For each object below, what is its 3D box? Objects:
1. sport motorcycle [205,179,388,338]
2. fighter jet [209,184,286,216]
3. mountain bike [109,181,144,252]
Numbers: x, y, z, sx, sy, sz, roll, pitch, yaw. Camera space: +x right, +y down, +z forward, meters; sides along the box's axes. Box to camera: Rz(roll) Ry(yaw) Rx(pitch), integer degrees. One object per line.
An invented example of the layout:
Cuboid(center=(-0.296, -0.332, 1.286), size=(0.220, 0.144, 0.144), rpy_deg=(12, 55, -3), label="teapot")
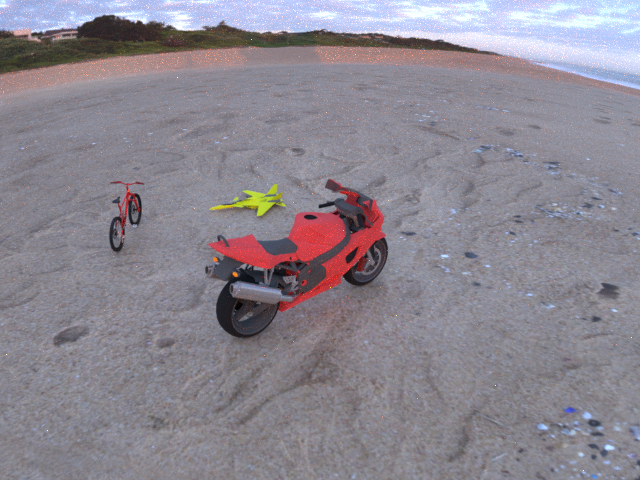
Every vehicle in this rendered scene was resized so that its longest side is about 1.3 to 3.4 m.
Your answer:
Cuboid(center=(-0.171, 0.241, 9.410), size=(2.955, 1.596, 0.983), rpy_deg=(-21, 34, -34), label="sport motorcycle")
Cuboid(center=(-1.342, -0.723, 12.640), size=(1.358, 0.286, 1.147), rpy_deg=(-9, 29, -17), label="fighter jet")
Cuboid(center=(-3.192, -0.443, 11.486), size=(0.573, 0.868, 1.469), rpy_deg=(2, 28, 4), label="mountain bike")
